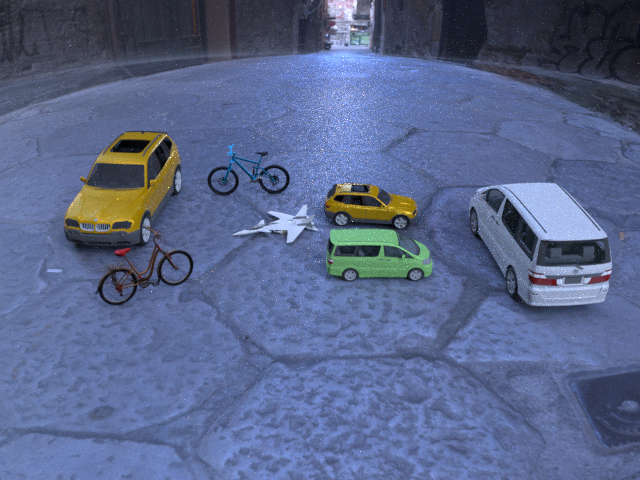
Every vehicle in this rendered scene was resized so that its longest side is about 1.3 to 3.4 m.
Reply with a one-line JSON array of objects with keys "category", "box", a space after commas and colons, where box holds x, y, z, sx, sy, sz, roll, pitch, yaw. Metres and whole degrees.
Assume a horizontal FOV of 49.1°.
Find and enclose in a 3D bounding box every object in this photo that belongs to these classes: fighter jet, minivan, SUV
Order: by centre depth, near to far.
[{"category": "minivan", "box": [0.865, 0.192, 10.168, 1.548, 0.616, 0.681, 0, 29, -1]}, {"category": "minivan", "box": [3.111, -0.185, 10.251, 1.324, 1.197, 3.011, -2, 29, -5]}, {"category": "fighter jet", "box": [-0.763, -0.267, 11.344, 1.358, 0.286, 1.147, -10, 30, -17]}, {"category": "SUV", "box": [0.845, -0.598, 11.640, 1.572, 0.580, 0.656, 3, 29, 6]}, {"category": "SUV", "box": [-3.216, -0.937, 11.688, 1.276, 1.128, 3.058, 2, 29, 4]}]

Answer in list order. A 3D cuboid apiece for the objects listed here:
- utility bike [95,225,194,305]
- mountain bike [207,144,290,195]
[{"category": "utility bike", "box": [-2.432, 0.319, 9.595, 1.435, 0.946, 0.535, -19, 34, -30]}, {"category": "mountain bike", "box": [-1.273, -1.207, 12.448, 1.469, 0.868, 0.573, -2, 29, -4]}]
